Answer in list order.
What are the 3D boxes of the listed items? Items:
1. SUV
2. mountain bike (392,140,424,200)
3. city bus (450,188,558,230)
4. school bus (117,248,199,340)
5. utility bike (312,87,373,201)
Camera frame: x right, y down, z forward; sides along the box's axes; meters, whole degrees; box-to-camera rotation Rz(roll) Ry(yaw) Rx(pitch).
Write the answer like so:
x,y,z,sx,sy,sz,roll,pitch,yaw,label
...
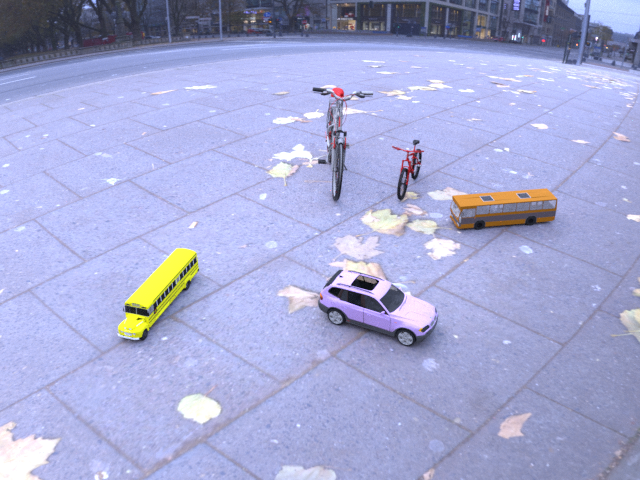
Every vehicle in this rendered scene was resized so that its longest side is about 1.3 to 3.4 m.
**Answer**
x,y,z,sx,sy,sz,roll,pitch,yaw,label
0.748,0.832,9.094,1.572,0.580,0.656,14,33,23,SUV
1.614,-1.326,12.504,0.573,0.868,1.469,11,32,19,mountain bike
3.005,-0.500,11.493,1.674,0.460,0.476,-5,31,-8,city bus
-2.169,0.712,9.445,0.365,0.434,1.708,9,31,15,school bus
0.377,-1.975,12.653,1.039,1.839,2.791,-1,30,-2,utility bike
